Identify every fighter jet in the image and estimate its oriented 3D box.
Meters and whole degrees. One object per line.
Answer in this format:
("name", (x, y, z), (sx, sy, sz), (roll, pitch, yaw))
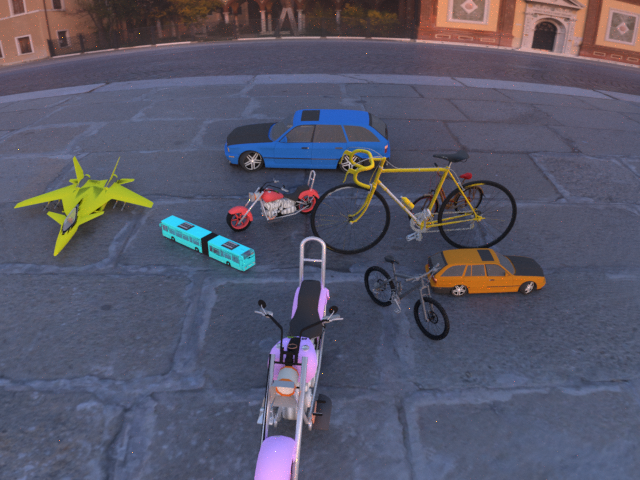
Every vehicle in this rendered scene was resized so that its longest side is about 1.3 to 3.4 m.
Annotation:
("fighter jet", (-3.847, -0.580, 11.180), (2.229, 0.557, 2.640), (0, 30, 0))

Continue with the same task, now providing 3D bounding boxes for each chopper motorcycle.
("chopper motorcycle", (-0.248, 1.279, 7.053), (0.906, 1.480, 3.040), (4, 30, 6))
("chopper motorcycle", (-0.732, -0.620, 11.045), (1.563, 0.761, 0.466), (-14, 33, -22))

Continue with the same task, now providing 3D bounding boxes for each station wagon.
("station wagon", (2.271, 0.403, 9.568), (1.597, 0.473, 0.682), (-2, 30, -3))
("station wagon", (-0.242, -1.909, 13.111), (3.105, 0.920, 1.327), (1, 30, 2))

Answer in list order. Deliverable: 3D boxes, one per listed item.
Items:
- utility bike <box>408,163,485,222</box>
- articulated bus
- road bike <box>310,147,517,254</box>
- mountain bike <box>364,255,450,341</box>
("utility bike", (2.058, -0.714, 11.024), (1.435, 0.946, 0.535), (-12, 32, -20))
("articulated bus", (-1.688, 0.033, 10.390), (1.749, 0.289, 0.311), (21, 36, 32))
("road bike", (1.361, -0.531, 10.000), (3.004, 1.656, 0.696), (-2, 30, -3))
("mountain bike", (1.064, 0.650, 8.749), (0.573, 0.868, 1.469), (-22, 37, -33))
